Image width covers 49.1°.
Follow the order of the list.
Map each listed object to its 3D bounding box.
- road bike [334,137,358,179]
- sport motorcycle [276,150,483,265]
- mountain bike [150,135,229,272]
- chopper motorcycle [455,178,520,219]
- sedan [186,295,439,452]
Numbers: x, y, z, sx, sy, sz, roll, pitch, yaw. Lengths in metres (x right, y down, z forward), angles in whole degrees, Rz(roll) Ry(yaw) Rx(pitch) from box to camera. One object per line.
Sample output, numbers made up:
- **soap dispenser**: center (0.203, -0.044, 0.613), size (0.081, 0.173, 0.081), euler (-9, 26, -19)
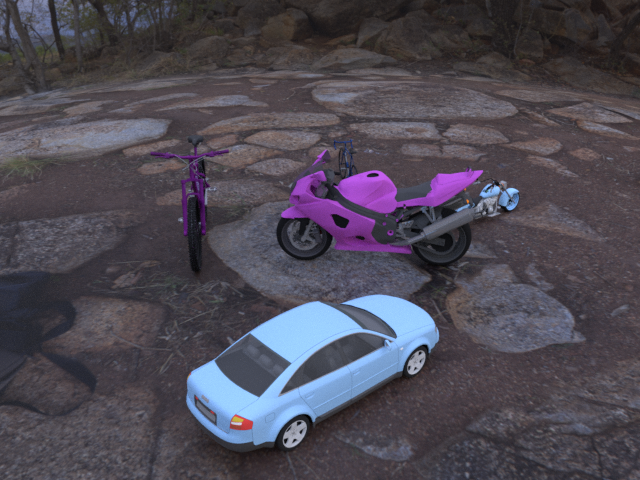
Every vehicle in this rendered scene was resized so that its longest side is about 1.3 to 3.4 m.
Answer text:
- **road bike**: center (0.533, -1.390, 13.119), size (0.358, 0.852, 1.545), euler (-5, 27, -10)
- **sport motorcycle**: center (0.818, -0.392, 10.244), size (2.955, 1.596, 0.983), euler (2, 26, 4)
- **mountain bike**: center (-1.915, -0.739, 10.846), size (1.114, 1.688, 2.857), euler (-3, 26, -5)
- **chopper motorcycle**: center (2.837, -0.713, 11.845), size (1.563, 0.761, 0.466), euler (-17, 31, -31)
- **sedan**: center (0.038, 1.228, 7.690), size (3.137, 0.940, 1.235), euler (-21, 33, -36)
